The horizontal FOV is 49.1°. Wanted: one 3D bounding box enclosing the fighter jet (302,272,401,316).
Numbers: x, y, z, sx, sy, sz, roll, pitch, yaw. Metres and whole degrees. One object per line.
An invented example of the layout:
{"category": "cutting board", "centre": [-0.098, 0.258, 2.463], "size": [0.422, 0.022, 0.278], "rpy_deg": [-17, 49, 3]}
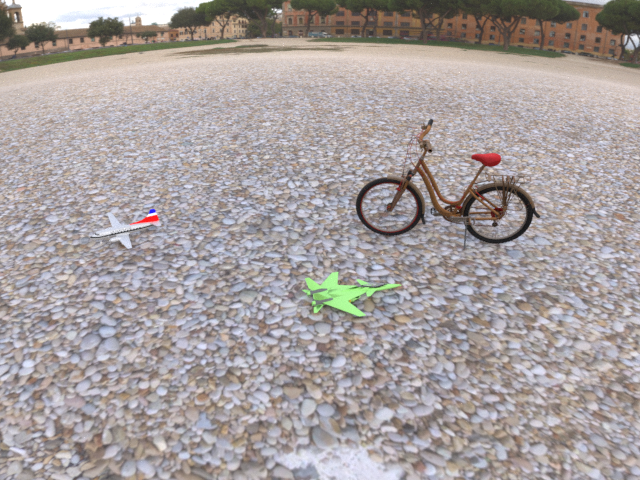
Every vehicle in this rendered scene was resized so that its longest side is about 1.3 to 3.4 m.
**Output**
{"category": "fighter jet", "centre": [0.483, 0.643, 9.506], "size": [1.358, 0.286, 1.147], "rpy_deg": [-8, 29, -15]}

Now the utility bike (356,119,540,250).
{"category": "utility bike", "centre": [1.920, -0.743, 10.440], "size": [2.791, 1.839, 1.039], "rpy_deg": [4, 29, 8]}

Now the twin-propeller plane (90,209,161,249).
{"category": "twin-propeller plane", "centre": [-3.054, -0.209, 10.960], "size": [1.095, 0.407, 1.370], "rpy_deg": [-14, 31, -24]}
